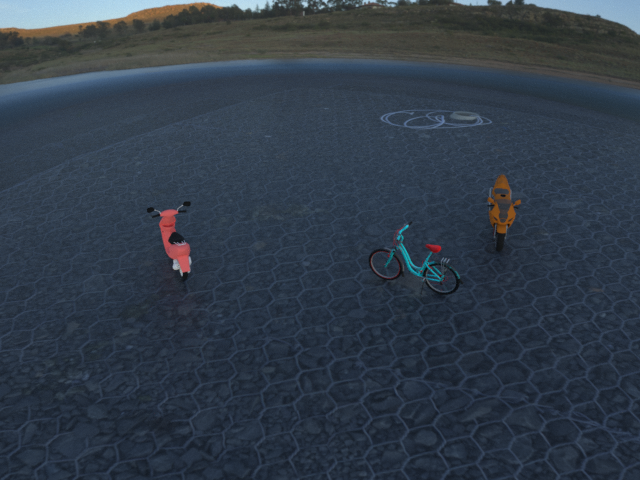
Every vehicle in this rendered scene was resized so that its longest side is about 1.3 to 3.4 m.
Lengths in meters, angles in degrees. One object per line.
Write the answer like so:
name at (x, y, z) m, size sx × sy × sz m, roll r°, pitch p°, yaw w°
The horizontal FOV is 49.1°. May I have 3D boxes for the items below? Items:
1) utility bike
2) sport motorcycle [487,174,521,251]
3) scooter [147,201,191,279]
utility bike at (1.323, 0.296, 9.832) m, size 1.435 × 0.946 × 0.535 m, roll 14°, pitch 31°, yaw 24°
sport motorcycle at (2.946, -0.460, 11.407) m, size 0.506 × 0.821 × 1.520 m, roll 5°, pitch 28°, yaw 10°
scooter at (-2.196, -0.056, 10.532) m, size 0.662 × 0.919 × 1.399 m, roll -11°, pitch 30°, yaw -20°
